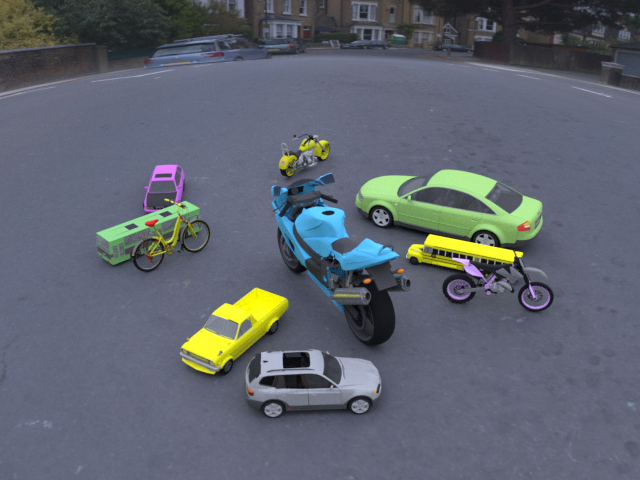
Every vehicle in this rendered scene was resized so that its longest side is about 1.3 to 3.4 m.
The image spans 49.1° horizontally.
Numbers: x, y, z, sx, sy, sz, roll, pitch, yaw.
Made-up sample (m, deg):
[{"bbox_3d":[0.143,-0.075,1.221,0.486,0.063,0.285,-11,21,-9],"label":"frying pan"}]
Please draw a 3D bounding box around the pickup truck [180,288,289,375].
[{"bbox_3d":[-1.061,1.088,8.925,0.640,0.511,1.603,17,33,28],"label":"pickup truck"}]

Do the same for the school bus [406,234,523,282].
[{"bbox_3d":[2.151,0.258,10.527,1.708,0.434,0.365,12,31,21],"label":"school bus"}]

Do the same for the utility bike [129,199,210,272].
[{"bbox_3d":[-2.315,-0.108,10.664,1.435,0.946,0.535,-24,37,-37],"label":"utility bike"}]

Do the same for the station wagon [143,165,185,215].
[{"bbox_3d":[-2.815,-0.939,12.679,0.682,0.473,1.597,-2,29,-5],"label":"station wagon"}]

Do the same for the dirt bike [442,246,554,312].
[{"bbox_3d":[2.438,0.554,9.543,1.493,0.857,0.527,6,29,11],"label":"dirt bike"}]

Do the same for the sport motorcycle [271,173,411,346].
[{"bbox_3d":[0.137,0.185,9.447,0.983,1.596,2.955,-15,32,-26],"label":"sport motorcycle"}]

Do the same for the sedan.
[{"bbox_3d":[2.094,-0.639,11.643,3.137,0.940,1.235,15,32,25],"label":"sedan"}]

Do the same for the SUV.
[{"bbox_3d":[-0.081,1.576,7.958,1.572,0.580,0.656,-2,29,-3],"label":"SUV"}]

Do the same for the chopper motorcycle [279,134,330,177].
[{"bbox_3d":[-0.285,-1.769,13.899,0.466,0.761,1.563,18,34,30],"label":"chopper motorcycle"}]

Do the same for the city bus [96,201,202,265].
[{"bbox_3d":[-2.698,-0.113,11.179,1.674,0.460,0.476,-25,37,-38],"label":"city bus"}]
